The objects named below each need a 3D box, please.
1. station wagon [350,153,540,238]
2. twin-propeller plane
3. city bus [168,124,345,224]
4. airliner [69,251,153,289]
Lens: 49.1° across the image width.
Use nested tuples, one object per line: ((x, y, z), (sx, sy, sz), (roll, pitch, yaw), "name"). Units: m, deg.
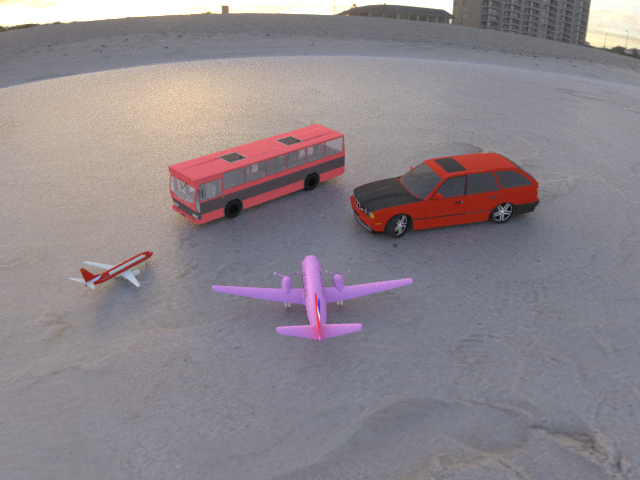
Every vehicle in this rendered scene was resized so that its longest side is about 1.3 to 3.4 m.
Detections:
((2.052, -0.827, 11.634), (3.105, 0.920, 1.327), (-8, 29, -14), "station wagon")
((-0.072, 0.627, 9.088), (2.663, 0.792, 2.129), (-2, 29, -4), "twin-propeller plane")
((-1.019, -1.180, 12.312), (3.255, 0.894, 0.926), (-22, 36, -35), "city bus")
((-2.884, 0.338, 10.000), (1.161, 0.429, 1.307), (18, 33, 30), "airliner")
